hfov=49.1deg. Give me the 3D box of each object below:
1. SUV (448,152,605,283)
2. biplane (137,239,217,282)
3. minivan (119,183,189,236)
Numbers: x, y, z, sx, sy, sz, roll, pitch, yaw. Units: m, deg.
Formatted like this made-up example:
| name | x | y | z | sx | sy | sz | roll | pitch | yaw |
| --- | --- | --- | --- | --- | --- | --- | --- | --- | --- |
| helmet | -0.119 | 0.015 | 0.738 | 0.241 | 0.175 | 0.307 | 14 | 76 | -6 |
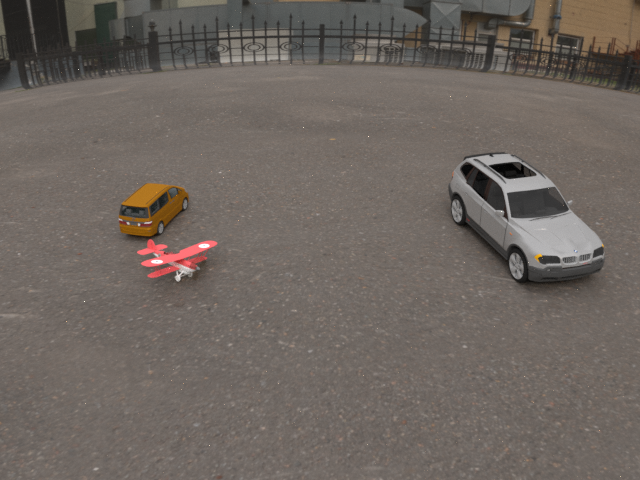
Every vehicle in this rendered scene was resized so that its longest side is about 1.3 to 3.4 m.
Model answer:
| name | x | y | z | sx | sy | sz | roll | pitch | yaw |
| --- | --- | --- | --- | --- | --- | --- | --- | --- | --- |
| SUV | 3.062 | -0.440 | 10.706 | 1.276 | 1.128 | 3.058 | -8 | 29 | -14 |
| biplane | -2.093 | 0.265 | 10.042 | 1.090 | 0.504 | 1.336 | 19 | 34 | 32 |
| minivan | -2.713 | -0.594 | 11.543 | 0.681 | 0.616 | 1.548 | 7 | 29 | 13 |
